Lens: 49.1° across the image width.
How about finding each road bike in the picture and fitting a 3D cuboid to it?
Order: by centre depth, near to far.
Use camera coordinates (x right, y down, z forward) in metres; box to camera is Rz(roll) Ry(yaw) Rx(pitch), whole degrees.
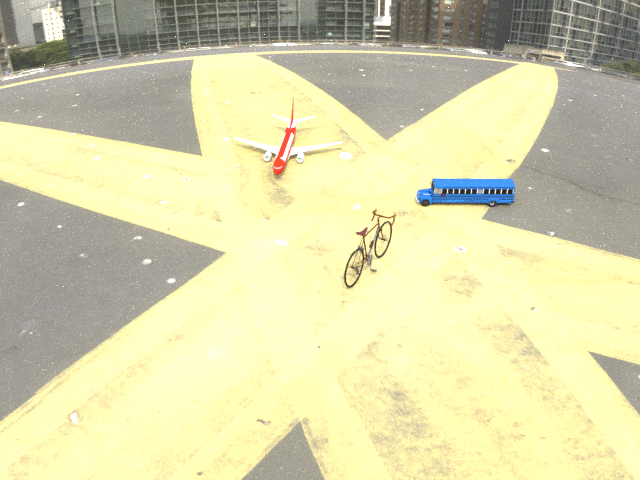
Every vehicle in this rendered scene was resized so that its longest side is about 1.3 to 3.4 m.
[{"bbox_3d":[0.742,0.091,10.461,0.358,0.852,1.545,17,35,26],"label":"road bike"}]

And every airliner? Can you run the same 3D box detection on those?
[{"bbox_3d":[-0.690,-2.087,14.155,2.257,0.835,2.541,3,31,5],"label":"airliner"}]

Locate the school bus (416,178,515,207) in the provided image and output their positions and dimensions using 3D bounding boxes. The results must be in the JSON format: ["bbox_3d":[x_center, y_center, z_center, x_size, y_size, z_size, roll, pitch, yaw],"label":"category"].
[{"bbox_3d":[2.578,-0.856,12.470,1.708,0.434,0.365,0,31,1],"label":"school bus"}]
